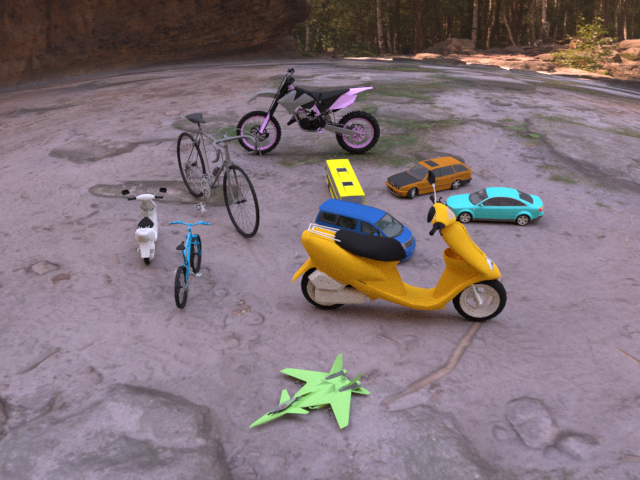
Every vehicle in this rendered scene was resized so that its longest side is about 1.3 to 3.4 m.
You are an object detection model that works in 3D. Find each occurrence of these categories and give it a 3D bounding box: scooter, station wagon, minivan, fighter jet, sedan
[{"bbox_3d":[-2.596,-0.282,10.496,0.662,0.919,1.399,-4,28,-8],"label":"scooter"},{"bbox_3d":[1.966,-1.163,12.671,1.597,0.473,0.682,-13,30,-23],"label":"station wagon"},{"bbox_3d":[0.995,0.168,8.690,2.721,1.786,1.288,4,28,7],"label":"scooter"},{"bbox_3d":[0.689,-0.156,10.582,1.548,0.616,0.681,14,31,26],"label":"minivan"},{"bbox_3d":[-0.169,1.655,7.458,1.358,0.286,1.147,-18,33,-31],"label":"fighter jet"},{"bbox_3d":[2.864,-0.596,11.570,1.613,0.483,0.635,2,28,5],"label":"sedan"}]

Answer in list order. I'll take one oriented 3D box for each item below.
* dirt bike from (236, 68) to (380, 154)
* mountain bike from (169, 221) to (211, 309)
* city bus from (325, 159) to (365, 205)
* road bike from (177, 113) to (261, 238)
[{"bbox_3d":[-0.235,-2.490,13.929,2.903,1.666,1.024,-1,27,-2],"label":"dirt bike"},{"bbox_3d":[-1.787,0.269,9.491,0.573,0.868,1.469,1,28,2],"label":"mountain bike"},{"bbox_3d":[0.423,-0.889,12.160,0.476,0.460,1.674,-4,28,-7],"label":"city bus"},{"bbox_3d":[-1.736,-1.167,11.397,0.697,1.656,3.004,-17,32,-29],"label":"road bike"}]
